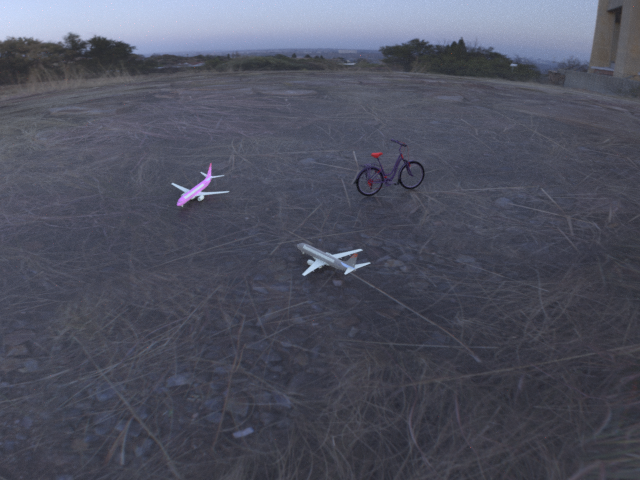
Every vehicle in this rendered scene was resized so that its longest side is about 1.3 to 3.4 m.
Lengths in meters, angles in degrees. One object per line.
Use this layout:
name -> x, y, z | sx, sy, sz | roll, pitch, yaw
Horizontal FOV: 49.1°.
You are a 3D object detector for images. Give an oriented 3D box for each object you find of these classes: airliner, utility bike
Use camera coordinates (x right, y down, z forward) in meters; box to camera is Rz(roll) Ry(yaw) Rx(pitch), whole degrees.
airliner -> 0.093, 0.183, 10.151 | 1.161, 0.429, 1.307 | -22, 34, -37
airliner -> -2.223, -0.974, 12.506 | 1.161, 0.429, 1.307 | 9, 28, 18
utility bike -> 1.238, -1.315, 12.616 | 1.435, 0.946, 0.535 | -10, 28, -19
